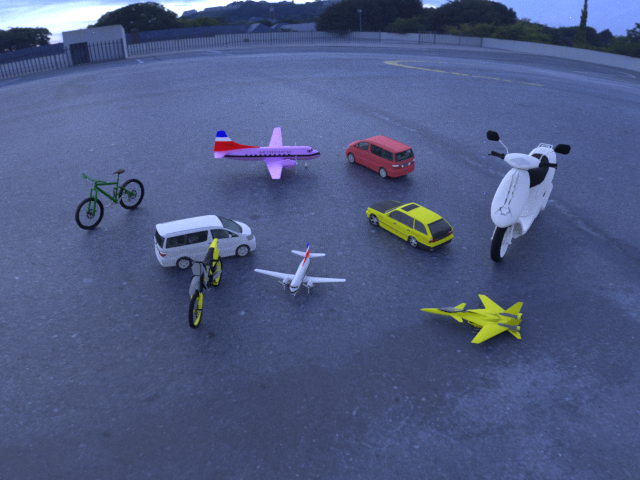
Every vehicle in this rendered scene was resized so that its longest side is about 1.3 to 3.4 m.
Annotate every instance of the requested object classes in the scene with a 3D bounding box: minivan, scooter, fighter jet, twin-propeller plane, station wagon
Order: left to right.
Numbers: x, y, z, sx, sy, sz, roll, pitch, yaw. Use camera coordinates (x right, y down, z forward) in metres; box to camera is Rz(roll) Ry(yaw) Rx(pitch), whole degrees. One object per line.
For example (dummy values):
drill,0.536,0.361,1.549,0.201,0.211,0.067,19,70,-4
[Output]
minivan,-1.779,-0.030,10.901,1.548,0.616,0.681,-12,32,-20
twin-propeller plane,-1.043,-1.811,13.878,2.129,0.792,2.663,-1,29,-2
twin-propeller plane,-0.279,0.440,10.280,1.370,0.407,1.095,6,30,11
minivan,1.169,-1.726,13.908,0.681,0.616,1.548,-21,36,-33
station wagon,1.458,-0.345,11.604,0.682,0.473,1.597,-21,36,-33
fighter jet,2.041,0.975,9.456,1.358,0.286,1.147,8,30,14
scooter,3.303,-0.907,11.264,1.288,1.786,2.721,16,33,26

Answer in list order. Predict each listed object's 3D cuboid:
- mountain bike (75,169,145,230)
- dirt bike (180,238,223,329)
mountain bike,-3.583,-0.758,11.935,0.573,0.868,1.469,19,35,30
dirt bike,-1.576,0.533,9.657,0.527,0.857,1.493,4,30,7
